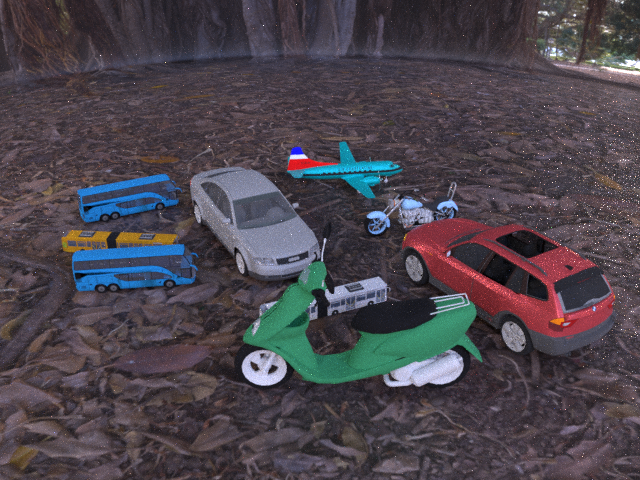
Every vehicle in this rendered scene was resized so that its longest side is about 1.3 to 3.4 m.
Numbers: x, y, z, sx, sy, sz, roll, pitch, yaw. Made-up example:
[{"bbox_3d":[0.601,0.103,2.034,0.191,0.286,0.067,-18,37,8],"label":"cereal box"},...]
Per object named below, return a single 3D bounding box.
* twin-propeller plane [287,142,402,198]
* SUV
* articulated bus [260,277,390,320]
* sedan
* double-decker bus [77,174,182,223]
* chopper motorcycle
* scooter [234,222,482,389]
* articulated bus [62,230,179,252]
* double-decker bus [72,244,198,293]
[{"bbox_3d":[0.466,-1.353,12.648,2.129,0.792,2.663,-4,29,-8],"label":"twin-propeller plane"},{"bbox_3d":[2.341,0.362,9.120,1.276,1.128,3.058,-17,32,-28],"label":"SUV"},{"bbox_3d":[0.075,0.824,9.149,1.749,0.289,0.311,-12,31,-21],"label":"articulated bus"},{"bbox_3d":[-1.063,-0.417,10.761,1.235,0.940,3.137,-14,31,-24],"label":"sedan"},{"bbox_3d":[-3.174,-0.712,11.726,1.672,0.541,0.389,-14,31,-24],"label":"double-decker bus"},{"bbox_3d":[1.457,-0.491,11.086,1.563,0.761,0.466,-8,29,-14],"label":"chopper motorcycle"},{"bbox_3d":[0.411,0.872,7.484,2.721,1.786,1.288,0,28,-1],"label":"scooter"},{"bbox_3d":[-3.002,0.052,10.578,1.749,0.289,0.311,2,28,4],"label":"articulated bus"},{"bbox_3d":[-2.535,0.386,9.693,1.672,0.541,0.389,-4,29,-7],"label":"double-decker bus"}]
